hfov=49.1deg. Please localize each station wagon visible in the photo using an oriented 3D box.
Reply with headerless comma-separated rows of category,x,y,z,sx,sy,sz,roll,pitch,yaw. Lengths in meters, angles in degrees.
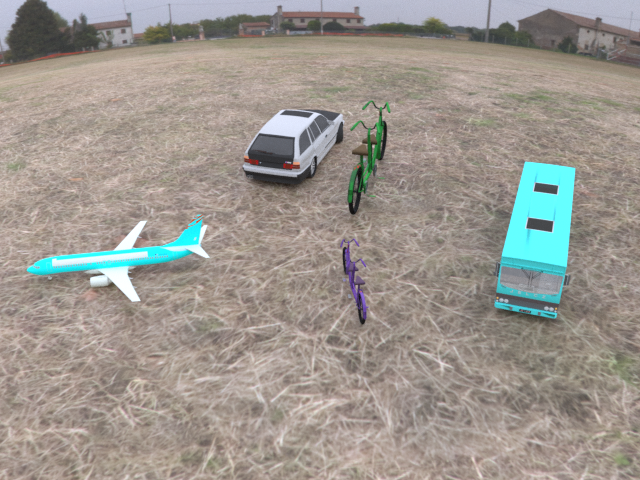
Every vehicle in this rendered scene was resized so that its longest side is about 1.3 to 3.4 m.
station wagon,-0.420,-2.050,13.631,1.327,0.920,3.105,9,31,15

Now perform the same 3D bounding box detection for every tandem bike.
tandem bike,0.451,0.475,9.383,0.283,0.682,1.642,-4,30,-7
tandem bike,0.877,-1.581,12.382,0.550,1.326,3.192,7,30,13

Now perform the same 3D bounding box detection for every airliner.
airliner,-2.851,0.110,9.874,2.541,0.835,2.257,-5,30,-9

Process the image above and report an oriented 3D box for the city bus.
city bus,3.172,-0.093,10.176,0.926,0.894,3.255,10,31,17
